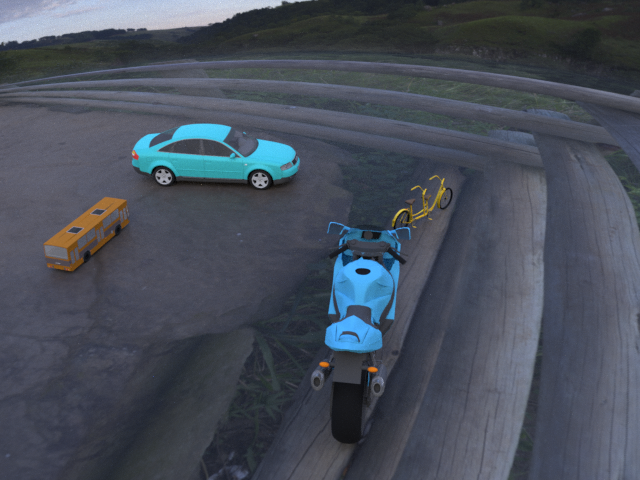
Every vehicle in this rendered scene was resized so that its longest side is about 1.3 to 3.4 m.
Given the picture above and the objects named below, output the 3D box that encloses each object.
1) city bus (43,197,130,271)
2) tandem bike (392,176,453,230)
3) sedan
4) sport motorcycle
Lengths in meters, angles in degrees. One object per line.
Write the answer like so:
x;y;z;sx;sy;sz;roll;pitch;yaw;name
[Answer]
-3.583;-0.098;10.893;0.476;0.460;1.674;8;30;15;city bus
1.724;-0.617;11.595;0.283;0.682;1.642;26;38;38;tandem bike
-1.946;-1.632;13.147;3.137;0.940;1.235;3;29;5;sedan
0.464;0.889;7.961;0.983;1.596;2.955;4;29;8;sport motorcycle
